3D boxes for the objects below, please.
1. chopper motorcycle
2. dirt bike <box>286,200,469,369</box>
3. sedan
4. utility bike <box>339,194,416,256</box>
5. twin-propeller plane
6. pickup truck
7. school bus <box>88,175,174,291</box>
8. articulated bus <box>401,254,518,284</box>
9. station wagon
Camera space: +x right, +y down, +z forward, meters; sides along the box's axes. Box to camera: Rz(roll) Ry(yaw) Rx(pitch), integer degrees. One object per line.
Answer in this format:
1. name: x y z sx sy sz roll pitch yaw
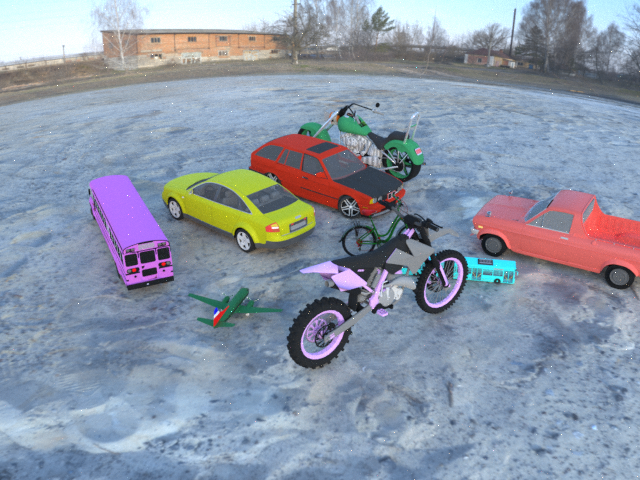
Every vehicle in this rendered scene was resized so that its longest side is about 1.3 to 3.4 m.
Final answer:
1. chopper motorcycle: 0.743 -2.073 13.961 3.040 1.480 0.906 21 33 35
2. dirt bike: 0.807 0.487 8.603 2.903 1.666 1.024 -18 32 -32
3. sedan: -1.450 -0.677 11.760 3.137 0.940 1.235 22 34 37
4. utility bike: 0.991 -0.202 10.798 1.435 0.946 0.535 -3 27 -5
5. twin-propeller plane: -1.176 0.849 9.288 1.370 0.407 1.095 8 28 16
6. pickup truck: 3.912 -0.141 10.621 3.117 0.993 1.244 16 30 28
7. school bus: -3.070 -0.256 11.019 0.709 0.844 3.322 -12 29 -23
8. articulated bus: 1.998 0.406 10.312 1.749 0.289 0.311 5 27 9
9. station wagon: 0.102 -1.273 12.980 3.105 0.920 1.327 21 33 36
